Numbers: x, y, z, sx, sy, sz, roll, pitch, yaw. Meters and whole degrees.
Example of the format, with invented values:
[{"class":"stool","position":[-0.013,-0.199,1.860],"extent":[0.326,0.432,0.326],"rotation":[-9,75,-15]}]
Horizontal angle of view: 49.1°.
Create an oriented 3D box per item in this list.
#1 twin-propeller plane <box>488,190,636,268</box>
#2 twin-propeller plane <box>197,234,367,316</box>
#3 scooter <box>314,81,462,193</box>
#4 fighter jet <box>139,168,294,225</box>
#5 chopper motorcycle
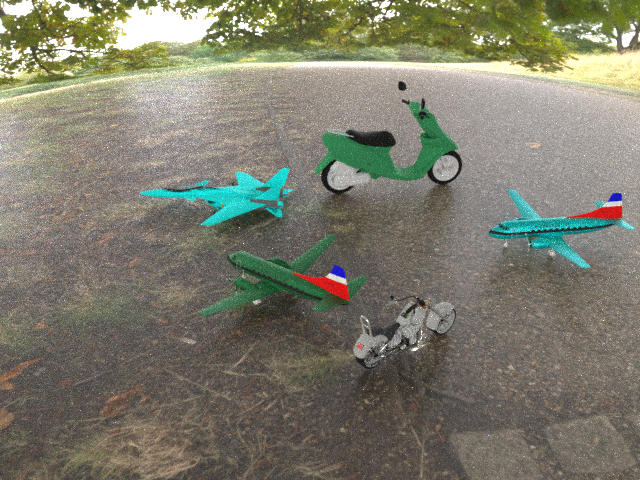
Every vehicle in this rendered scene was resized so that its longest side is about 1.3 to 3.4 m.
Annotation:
[{"class":"twin-propeller plane","position":[3.571,-0.296,10.554],"extent":[2.129,0.792,2.663],"rotation":[-4,28,-7]},{"class":"twin-propeller plane","position":[-0.468,0.415,9.189],"extent":[2.129,0.792,2.663],"rotation":[20,34,33]},{"class":"scooter","position":[1.249,-1.719,12.206],"extent":[2.721,1.786,1.288],"rotation":[-6,28,-11]},{"class":"fighter jet","position":[-1.840,-0.879,11.925],"extent":[2.640,0.557,2.229],"rotation":[4,28,7]},{"class":"chopper motorcycle","position":[1.028,0.971,8.157],"extent":[1.563,0.761,0.466],"rotation":[-20,34,-33]}]
